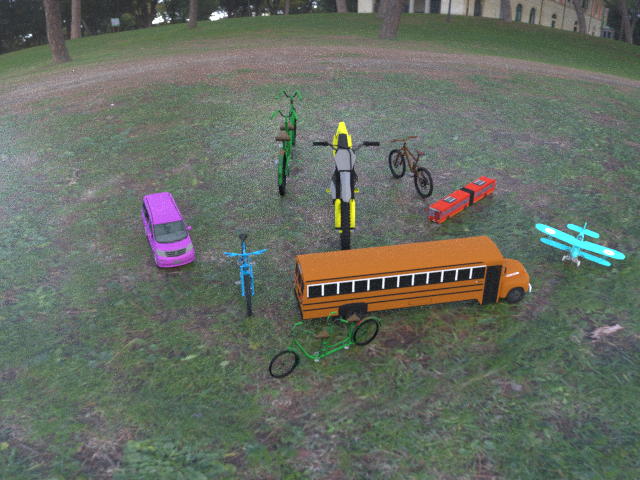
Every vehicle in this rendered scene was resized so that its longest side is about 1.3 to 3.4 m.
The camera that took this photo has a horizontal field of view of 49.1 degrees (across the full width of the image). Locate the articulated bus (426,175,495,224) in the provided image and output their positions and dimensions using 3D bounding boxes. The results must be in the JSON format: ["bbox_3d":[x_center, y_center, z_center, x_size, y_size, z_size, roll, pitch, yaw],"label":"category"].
[{"bbox_3d":[2.513,-0.729,12.340,0.311,0.289,1.749,26,39,37],"label":"articulated bus"}]

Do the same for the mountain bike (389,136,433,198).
[{"bbox_3d":[1.664,-1.372,12.860,0.573,0.868,1.469,-14,33,-22],"label":"mountain bike"}]

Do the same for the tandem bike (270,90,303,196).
[{"bbox_3d":[-0.625,-1.994,13.464,0.550,1.326,3.192,1,31,2],"label":"tandem bike"}]

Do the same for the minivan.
[{"bbox_3d":[-2.426,-0.171,11.073,0.681,0.616,1.548,-11,32,-18],"label":"minivan"}]

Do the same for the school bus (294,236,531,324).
[{"bbox_3d":[1.324,0.514,9.685,3.322,0.844,0.709,-6,31,-10],"label":"school bus"}]

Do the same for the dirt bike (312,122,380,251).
[{"bbox_3d":[0.397,-0.949,11.356,1.024,1.666,2.903,0,31,0],"label":"dirt bike"}]

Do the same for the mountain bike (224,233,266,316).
[{"bbox_3d":[-1.050,0.394,9.865,0.573,0.868,1.469,-4,31,-7],"label":"mountain bike"}]

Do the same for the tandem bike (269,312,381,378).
[{"bbox_3d":[0.092,1.217,8.653,1.642,0.682,0.283,-17,35,-26],"label":"tandem bike"}]

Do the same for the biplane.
[{"bbox_3d":[3.995,0.067,10.778,1.336,0.504,1.090,15,34,23],"label":"biplane"}]
